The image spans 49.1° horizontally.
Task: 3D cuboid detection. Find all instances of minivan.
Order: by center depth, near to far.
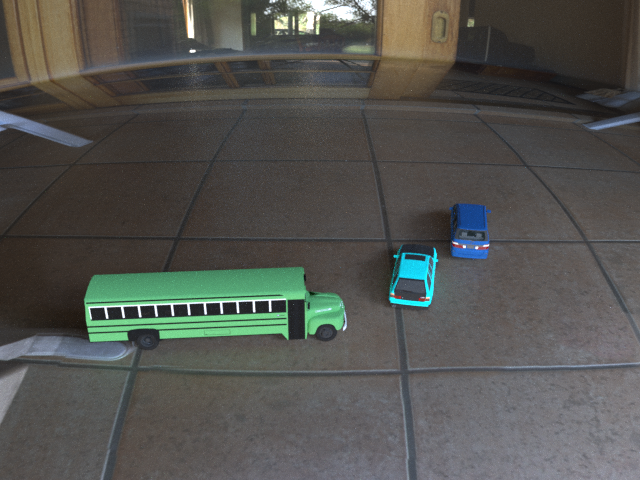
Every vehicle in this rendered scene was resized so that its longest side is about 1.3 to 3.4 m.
[{"bbox_3d":[2.441,-0.253,11.426,0.681,0.616,1.548,5,29,8],"label":"minivan"}]

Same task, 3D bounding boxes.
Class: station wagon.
[{"bbox_3d":[1.393,0.439,10.327,0.682,0.473,1.597,6,30,10],"label":"station wagon"}]

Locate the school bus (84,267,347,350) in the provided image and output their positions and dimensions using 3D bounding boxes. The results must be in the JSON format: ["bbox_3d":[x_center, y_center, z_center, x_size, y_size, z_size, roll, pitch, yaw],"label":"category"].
[{"bbox_3d":[-1.311,0.866,9.177,3.322,0.844,0.709,-2,29,-4],"label":"school bus"}]
